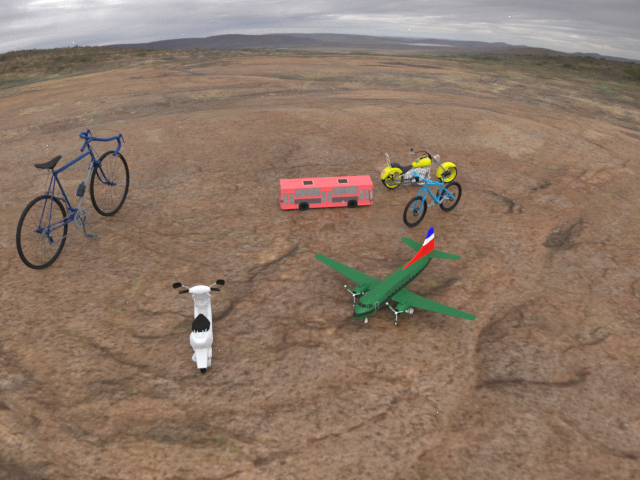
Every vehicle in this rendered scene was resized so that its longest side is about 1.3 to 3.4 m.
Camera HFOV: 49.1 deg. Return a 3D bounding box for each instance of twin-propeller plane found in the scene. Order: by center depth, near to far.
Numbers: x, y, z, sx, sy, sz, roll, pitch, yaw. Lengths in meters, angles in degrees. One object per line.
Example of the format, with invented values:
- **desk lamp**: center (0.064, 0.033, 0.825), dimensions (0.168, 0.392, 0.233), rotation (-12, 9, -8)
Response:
- **twin-propeller plane**: center (1.104, 0.506, 9.991), dimensions (2.663, 0.792, 2.129), rotation (21, 36, 32)

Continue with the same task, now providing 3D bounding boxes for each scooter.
- **scooter**: center (-1.522, 1.002, 8.988), dimensions (0.662, 0.919, 1.399), rotation (-4, 30, -7)

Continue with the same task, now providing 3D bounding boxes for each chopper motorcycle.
- **chopper motorcycle**: center (1.902, -1.378, 13.344), dimensions (1.563, 0.761, 0.466), rotation (-9, 31, -15)

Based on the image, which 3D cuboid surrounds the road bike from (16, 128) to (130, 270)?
- **road bike**: center (-3.952, -0.768, 11.361), dimensions (0.696, 1.656, 3.004), rotation (9, 31, 16)

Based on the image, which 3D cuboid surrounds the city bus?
- **city bus**: center (0.105, -0.846, 12.710), dimensions (1.674, 0.460, 0.476), rotation (-3, 30, -6)

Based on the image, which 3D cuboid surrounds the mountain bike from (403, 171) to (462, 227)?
- **mountain bike**: center (1.977, -0.766, 12.156), dimensions (1.469, 0.868, 0.573), rotation (-22, 36, -34)
